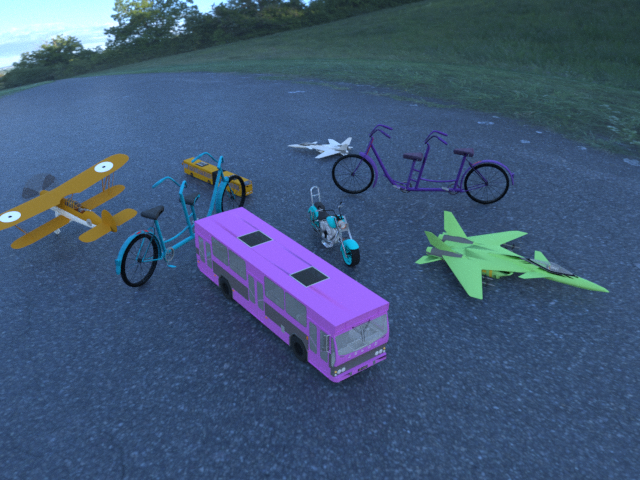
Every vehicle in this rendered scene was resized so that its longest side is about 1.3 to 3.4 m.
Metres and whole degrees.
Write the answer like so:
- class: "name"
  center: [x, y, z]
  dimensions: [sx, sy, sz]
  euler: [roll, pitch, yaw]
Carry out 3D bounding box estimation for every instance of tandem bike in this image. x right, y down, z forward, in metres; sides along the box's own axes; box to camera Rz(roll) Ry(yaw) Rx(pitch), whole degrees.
- class: "tandem bike"
  center: [-2.013, -0.432, 10.579]
  dimensions: [0.550, 1.326, 3.192]
  euler: [14, 31, 24]
- class: "tandem bike"
  center: [1.780, -1.313, 12.233]
  dimensions: [3.192, 1.326, 0.550]
  euler: [5, 28, 9]

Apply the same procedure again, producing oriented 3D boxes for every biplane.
- class: "biplane"
  center: [-3.851, -0.439, 10.958]
  dimensions: [2.120, 0.981, 2.598]
  euler: [21, 35, 34]

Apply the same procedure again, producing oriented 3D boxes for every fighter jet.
- class: "fighter jet"
  center: [2.830, 0.251, 10.113]
  dimensions: [2.640, 0.557, 2.229]
  euler: [15, 32, 26]
- class: "fighter jet"
  center: [-0.023, -1.989, 14.610]
  dimensions: [1.358, 0.286, 1.147]
  euler: [7, 29, 13]

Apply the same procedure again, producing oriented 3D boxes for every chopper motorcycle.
- class: "chopper motorcycle"
  center: [0.203, -0.220, 10.782]
  dimensions: [0.466, 0.761, 1.563]
  euler: [-12, 30, -22]

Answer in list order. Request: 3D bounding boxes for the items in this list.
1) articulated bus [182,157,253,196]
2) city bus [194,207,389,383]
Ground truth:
- class: "articulated bus"
  center: [-1.936, -1.188, 13.103]
  dimensions: [1.749, 0.289, 0.311]
  euler: [24, 36, 37]
- class: "city bus"
  center: [-0.488, 0.611, 9.077]
  dimensions: [0.926, 0.894, 3.255]
  euler: [-20, 34, -32]
